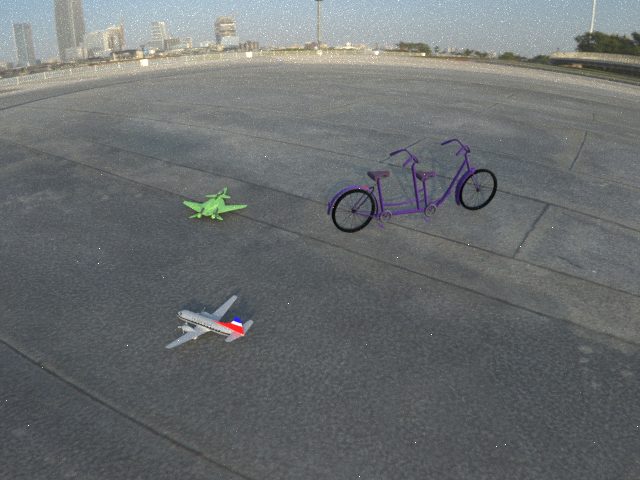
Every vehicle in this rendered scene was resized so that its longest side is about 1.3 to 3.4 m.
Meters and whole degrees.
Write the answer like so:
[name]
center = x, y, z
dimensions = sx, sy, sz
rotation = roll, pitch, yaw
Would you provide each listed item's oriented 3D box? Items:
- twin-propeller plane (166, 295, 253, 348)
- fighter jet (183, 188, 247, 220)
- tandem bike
[twin-propeller plane]
center = -1.405, 1.023, 8.880
dimensions = 1.095, 0.407, 1.370
rotation = 15, 31, 27
[fighter jet]
center = -1.841, -0.747, 12.427
dimensions = 1.147, 0.286, 1.358
rotation = 4, 28, 8
[tandem bike]
center = 1.606, -0.906, 11.606
dimensions = 3.192, 1.326, 0.550
rotation = -10, 29, -19
